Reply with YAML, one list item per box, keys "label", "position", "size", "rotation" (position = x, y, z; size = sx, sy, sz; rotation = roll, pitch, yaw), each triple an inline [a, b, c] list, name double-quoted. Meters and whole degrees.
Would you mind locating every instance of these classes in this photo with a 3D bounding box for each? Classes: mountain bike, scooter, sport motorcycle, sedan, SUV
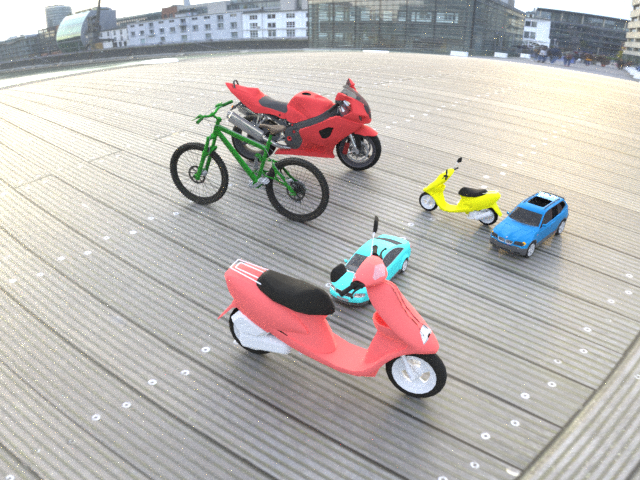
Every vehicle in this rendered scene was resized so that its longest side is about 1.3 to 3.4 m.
- label: "mountain bike"
  position: [-1.185, -1.211, 11.209]
  size: [2.857, 1.688, 1.114]
  rotation: [11, 31, 19]
- label: "scooter"
  position: [0.086, 0.725, 7.594]
  size: [2.721, 1.786, 1.288]
  rotation: [12, 31, 20]
- label: "scooter"
  position: [2.252, -0.765, 11.195]
  size: [1.399, 0.919, 0.662]
  rotation: [16, 33, 27]
- label: "sport motorcycle"
  position: [-0.309, -2.135, 12.980]
  size: [2.955, 1.596, 0.983]
  rotation: [7, 30, 12]
- label: "sedan"
  position: [0.713, 0.349, 9.627]
  size: [0.635, 0.483, 1.613]
  rotation: [17, 33, 27]
- label: "SUV"
  position: [3.214, -0.280, 10.667]
  size: [0.656, 0.580, 1.572]
  rotation: [24, 37, 37]
